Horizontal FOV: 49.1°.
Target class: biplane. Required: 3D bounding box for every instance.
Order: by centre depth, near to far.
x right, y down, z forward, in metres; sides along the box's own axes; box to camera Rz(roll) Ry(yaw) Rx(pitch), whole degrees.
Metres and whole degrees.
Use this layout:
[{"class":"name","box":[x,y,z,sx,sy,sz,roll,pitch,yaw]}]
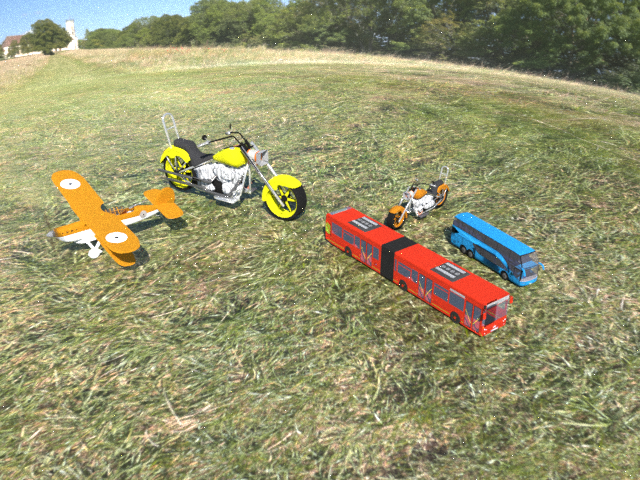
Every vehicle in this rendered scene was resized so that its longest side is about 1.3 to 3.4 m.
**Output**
[{"class":"biplane","box":[-3.210,-0.321,10.977,2.120,0.981,2.598,-20,34,-33]}]

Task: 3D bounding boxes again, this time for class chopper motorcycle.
[{"class":"chopper motorcycle","box":[1.700,-0.730,11.995,1.563,0.761,0.466,-25,36,-38]},{"class":"chopper motorcycle","box":[-1.595,-1.306,12.321,3.040,1.480,0.906,15,31,26]}]

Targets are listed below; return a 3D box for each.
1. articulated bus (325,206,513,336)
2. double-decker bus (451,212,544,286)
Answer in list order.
[{"class":"articulated bus","box":[1.275,0.354,10.140,0.605,0.561,3.401,-19,33,-32]},{"class":"double-decker bus","box":[2.633,0.136,10.578,0.389,0.541,1.672,-15,31,-26]}]
